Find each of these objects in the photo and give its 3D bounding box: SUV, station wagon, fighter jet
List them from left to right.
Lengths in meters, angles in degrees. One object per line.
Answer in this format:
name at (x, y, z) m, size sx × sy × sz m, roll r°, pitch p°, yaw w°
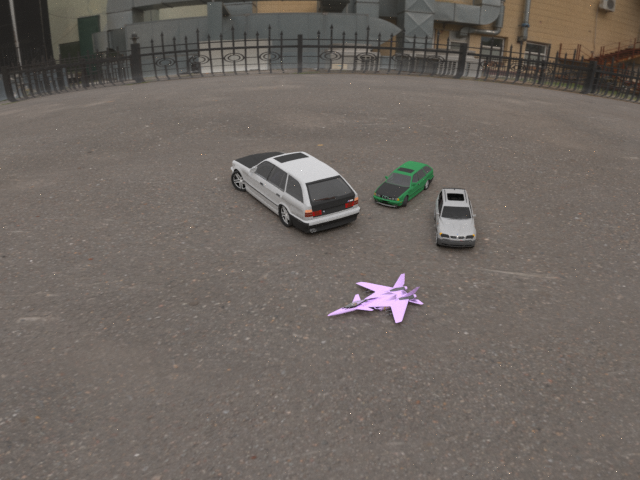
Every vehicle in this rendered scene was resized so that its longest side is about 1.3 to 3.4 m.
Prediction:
station wagon at (-0.554, -1.112, 12.827) m, size 1.327 × 0.920 × 3.105 m, roll -16°, pitch 31°, yaw -28°
fighter jet at (0.718, 0.822, 9.772) m, size 1.358 × 0.286 × 1.147 m, roll -12°, pitch 30°, yaw -22°
station wagon at (1.598, -1.099, 13.290) m, size 0.682 × 0.473 × 1.597 m, roll 16°, pitch 31°, yaw 28°
SUV at (2.275, -0.400, 11.820) m, size 0.656 × 0.580 × 1.572 m, roll 3°, pitch 27°, yaw 6°
